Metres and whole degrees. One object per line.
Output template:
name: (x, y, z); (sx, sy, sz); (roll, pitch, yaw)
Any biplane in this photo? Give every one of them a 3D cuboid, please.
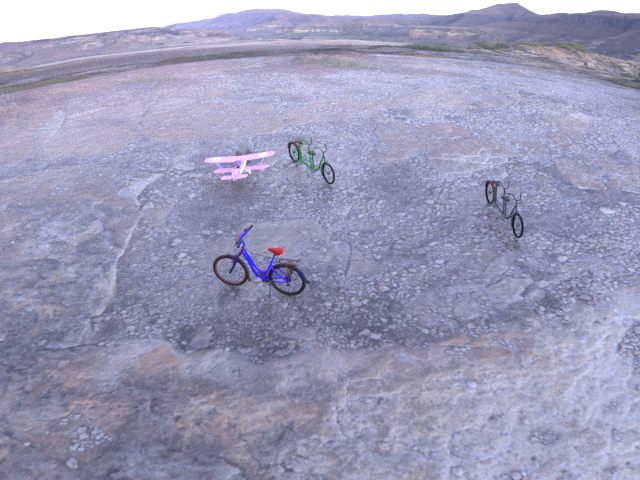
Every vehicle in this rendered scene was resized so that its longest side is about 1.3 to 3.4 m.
biplane: (-1.517, -1.341, 12.959); (1.336, 0.504, 1.090); (3, 30, 5)

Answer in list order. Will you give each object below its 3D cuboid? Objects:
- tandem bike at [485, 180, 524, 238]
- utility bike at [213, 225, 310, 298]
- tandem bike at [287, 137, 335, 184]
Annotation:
tandem bike: (3.053, -0.654, 11.604); (0.283, 0.682, 1.642); (-5, 31, -8)
utility bike: (-0.845, 0.347, 9.627); (1.435, 0.946, 0.535); (8, 31, 14)
tandem bike: (-0.184, -1.595, 13.218); (0.283, 0.682, 1.642); (-18, 35, -28)
